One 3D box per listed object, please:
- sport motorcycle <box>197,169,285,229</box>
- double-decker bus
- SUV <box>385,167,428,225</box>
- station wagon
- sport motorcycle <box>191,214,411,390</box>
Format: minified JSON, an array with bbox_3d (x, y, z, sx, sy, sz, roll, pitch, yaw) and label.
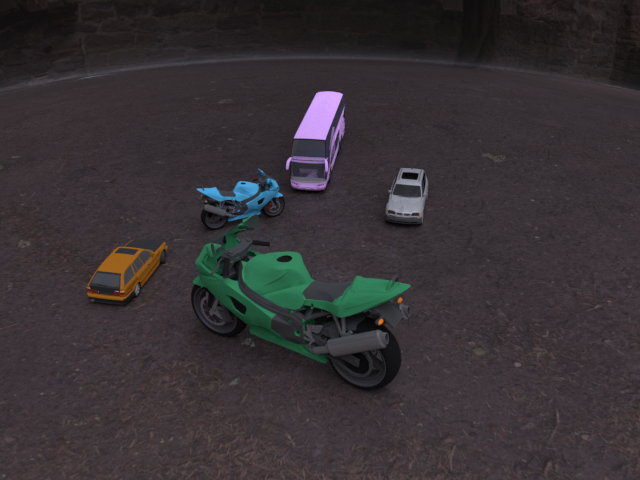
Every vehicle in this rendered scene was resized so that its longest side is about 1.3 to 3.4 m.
[{"bbox_3d":[-1.289,-0.655,11.634,1.520,0.821,0.506,-13,31,-23],"label":"sport motorcycle"},{"bbox_3d":[-0.007,-1.990,13.872,0.756,1.052,3.251,4,29,7],"label":"double-decker bus"},{"bbox_3d":[1.524,-0.787,12.134,0.656,0.580,1.572,6,29,11],"label":"SUV"},{"bbox_3d":[-2.755,0.348,10.137,0.682,0.473,1.597,6,29,10],"label":"station wagon"},{"bbox_3d":[-0.350,0.749,8.207,2.955,1.596,0.983,15,32,26],"label":"sport motorcycle"}]
